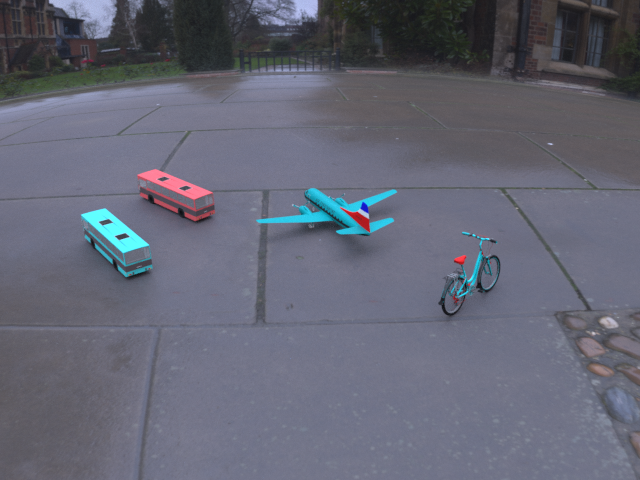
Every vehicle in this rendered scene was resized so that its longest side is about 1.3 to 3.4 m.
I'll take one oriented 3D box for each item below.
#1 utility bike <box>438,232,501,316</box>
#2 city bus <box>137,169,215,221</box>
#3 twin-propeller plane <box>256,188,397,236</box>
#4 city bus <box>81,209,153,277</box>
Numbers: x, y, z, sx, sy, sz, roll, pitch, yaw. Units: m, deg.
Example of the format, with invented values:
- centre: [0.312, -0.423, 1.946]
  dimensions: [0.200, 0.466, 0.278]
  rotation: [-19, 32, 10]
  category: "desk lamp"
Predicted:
- centre: [2.001, 0.411, 9.400]
  dimensions: [0.535, 0.946, 1.435]
  rotation: [24, 35, 39]
  category: "utility bike"
- centre: [-2.552, -0.784, 12.338]
  dimensions: [1.674, 0.460, 0.476]
  rotation: [22, 34, 37]
  category: "city bus"
- centre: [0.256, -0.557, 11.511]
  dimensions: [2.663, 0.792, 2.129]
  rotation: [-14, 30, -26]
  category: "twin-propeller plane"
- centre: [-3.120, 0.039, 10.687]
  dimensions: [0.476, 0.460, 1.674]
  rotation: [-19, 32, -33]
  category: "city bus"
